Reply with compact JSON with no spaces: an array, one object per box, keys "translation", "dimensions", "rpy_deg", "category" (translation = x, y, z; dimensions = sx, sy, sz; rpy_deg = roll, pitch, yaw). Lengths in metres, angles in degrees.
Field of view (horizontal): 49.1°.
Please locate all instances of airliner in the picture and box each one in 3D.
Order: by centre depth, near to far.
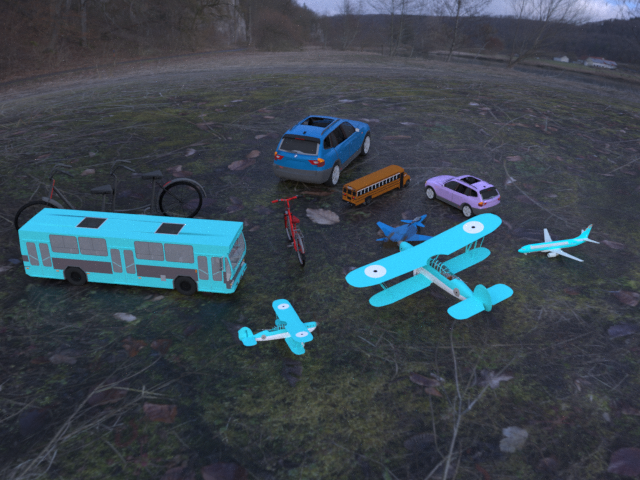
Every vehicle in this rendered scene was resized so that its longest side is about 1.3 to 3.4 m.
[{"translation":[3.849,0.003,11.426],"dimensions":[1.307,0.429,1.161],"rpy_deg":[-6,28,-12],"category":"airliner"}]

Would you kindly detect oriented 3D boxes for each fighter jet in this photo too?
[{"translation":[1.554,-0.268,12.096],"dimensions":[1.147,0.286,1.358],"rpy_deg":[17,32,29],"category":"fighter jet"}]

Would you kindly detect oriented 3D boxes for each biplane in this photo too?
[{"translation":[-0.522,1.182,9.100],"dimensions":[1.090,0.504,1.336],"rpy_deg":[-9,29,-16],"category":"biplane"},{"translation":[1.675,0.497,9.892],"dimensions":[2.598,0.981,2.120],"rpy_deg":[-15,31,-26],"category":"biplane"}]

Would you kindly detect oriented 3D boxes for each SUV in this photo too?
[{"translation":[2.637,-0.918,13.018],"dimensions":[0.656,0.580,1.572],"rpy_deg":[-18,33,-31],"category":"SUV"},{"translation":[0.100,-2.052,14.587],"dimensions":[1.276,1.128,3.058],"rpy_deg":[11,30,20],"category":"SUV"}]

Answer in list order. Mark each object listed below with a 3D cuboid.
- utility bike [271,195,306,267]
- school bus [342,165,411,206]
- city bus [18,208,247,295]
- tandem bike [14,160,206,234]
[{"translation":[-0.470,-0.191,11.240],"dimensions":[0.535,0.946,1.435],"rpy_deg":[-7,28,-13],"category":"utility bike"},{"translation":[1.128,-1.078,13.479],"dimensions":[0.365,0.434,1.708],"rpy_deg":[24,36,38],"category":"school bus"},{"translation":[-2.794,0.183,10.582],"dimensions":[3.255,0.894,0.926],"rpy_deg":[4,28,8],"category":"city bus"},{"translation":[-3.515,-0.731,11.860],"dimensions":[3.192,1.326,0.550],"rpy_deg":[-10,29,-18],"category":"tandem bike"}]
